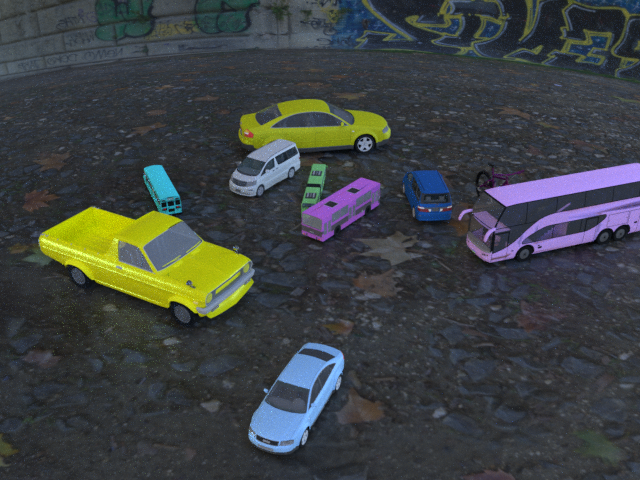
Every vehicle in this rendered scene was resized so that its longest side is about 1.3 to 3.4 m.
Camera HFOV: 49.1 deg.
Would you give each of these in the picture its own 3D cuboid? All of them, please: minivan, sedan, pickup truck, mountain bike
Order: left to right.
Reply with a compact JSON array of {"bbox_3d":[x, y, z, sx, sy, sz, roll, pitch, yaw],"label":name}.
[{"bbox_3d":[-2.469,0.186,9.822,3.117,0.993,1.244,16,33,25],"label":"pickup truck"},{"bbox_3d":[-1.013,-1.331,12.867,0.681,0.616,1.548,19,35,29],"label":"minivan"},{"bbox_3d":[-0.237,1.673,7.726,0.635,0.483,1.613,12,32,20],"label":"sedan"},{"bbox_3d":[-0.097,-2.350,14.330,3.137,0.940,1.235,-5,30,-10],"label":"sedan"},{"bbox_3d":[1.825,-0.862,12.044,0.681,0.616,1.548,-2,30,-4],"label":"minivan"},{"bbox_3d":[2.983,-0.849,11.766,0.573,0.868,1.469,-8,31,-13],"label":"mountain bike"}]

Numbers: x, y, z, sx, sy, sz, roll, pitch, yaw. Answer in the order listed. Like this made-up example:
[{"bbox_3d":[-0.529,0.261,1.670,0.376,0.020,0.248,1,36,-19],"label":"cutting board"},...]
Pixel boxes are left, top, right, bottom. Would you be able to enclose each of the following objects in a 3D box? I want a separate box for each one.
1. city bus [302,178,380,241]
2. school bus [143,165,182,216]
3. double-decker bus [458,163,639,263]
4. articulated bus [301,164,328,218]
[{"bbox_3d":[0.374,-0.503,11.570,0.476,0.460,1.674,21,36,32],"label":"city bus"},{"bbox_3d":[-2.796,-0.900,12.295,0.365,0.434,1.708,-12,32,-20],"label":"school bus"},{"bbox_3d":[3.749,-0.422,10.831,3.251,1.052,0.756,-11,31,-18],"label":"double-decker bus"},{"bbox_3d":[-0.100,-0.892,12.427,0.311,0.289,1.749,3,30,5],"label":"articulated bus"}]
